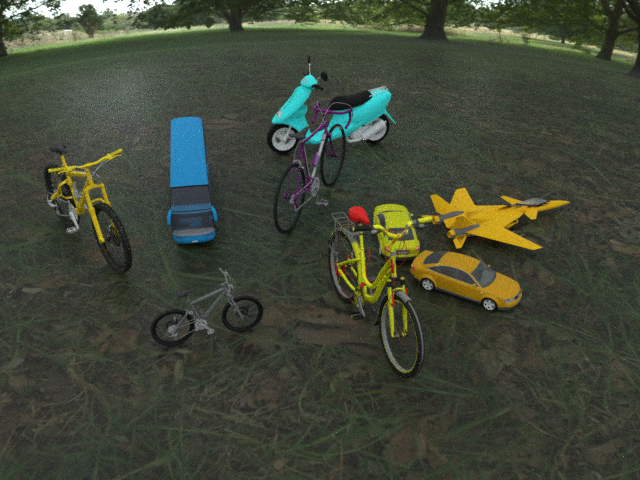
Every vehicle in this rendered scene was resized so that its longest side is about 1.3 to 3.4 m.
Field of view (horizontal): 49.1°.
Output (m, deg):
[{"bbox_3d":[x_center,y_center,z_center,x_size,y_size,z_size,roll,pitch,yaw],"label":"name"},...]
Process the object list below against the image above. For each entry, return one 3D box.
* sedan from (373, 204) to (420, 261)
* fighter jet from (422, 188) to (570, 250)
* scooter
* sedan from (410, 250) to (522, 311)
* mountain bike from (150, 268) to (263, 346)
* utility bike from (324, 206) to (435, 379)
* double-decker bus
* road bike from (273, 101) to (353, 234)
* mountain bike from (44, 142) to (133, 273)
[{"bbox_3d":[1.212,-0.210,11.223,0.635,0.483,1.613,-1,31,-2],"label":"sedan"},{"bbox_3d":[3.141,-0.552,11.722,2.640,0.557,2.229,-12,33,-19],"label":"fighter jet"},{"bbox_3d":[0.243,-2.683,14.077,2.721,1.786,1.288,-8,32,-13],"label":"scooter"},{"bbox_3d":[2.086,0.521,10.007,1.613,0.483,0.635,18,35,27],"label":"sedan"},{"bbox_3d":[-1.446,0.913,8.979,1.469,0.868,0.573,-10,32,-16],"label":"mountain bike"},{"bbox_3d":[0.735,0.373,8.937,1.039,1.839,2.791,-12,33,-19],"label":"utility bike"},{"bbox_3d":[-2.242,-1.079,12.119,0.756,1.052,3.251,-5,31,-9],"label":"double-decker bus"},{"bbox_3d":[-0.120,-1.318,11.930,0.696,1.656,3.004,12,33,20],"label":"road bike"},{"bbox_3d":[-3.665,-0.628,10.750,1.114,1.688,2.857,-24,38,-34],"label":"mountain bike"}]
